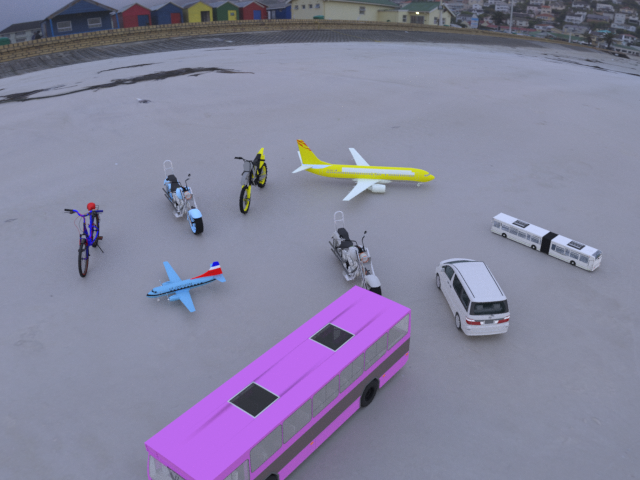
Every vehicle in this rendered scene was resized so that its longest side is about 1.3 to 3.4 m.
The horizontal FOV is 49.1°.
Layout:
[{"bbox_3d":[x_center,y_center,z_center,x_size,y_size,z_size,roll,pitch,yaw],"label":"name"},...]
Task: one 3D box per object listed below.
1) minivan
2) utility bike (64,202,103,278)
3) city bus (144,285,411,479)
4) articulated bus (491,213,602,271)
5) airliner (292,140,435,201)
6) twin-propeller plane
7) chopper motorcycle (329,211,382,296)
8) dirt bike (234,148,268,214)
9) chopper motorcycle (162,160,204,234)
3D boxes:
[{"bbox_3d":[2.007,0.642,9.340,0.681,0.616,1.548,-4,30,-6],"label":"minivan"},{"bbox_3d":[-3.378,-0.131,10.338,0.535,0.946,1.435,-3,30,-4],"label":"utility bike"},{"bbox_3d":[-0.261,1.668,7.303,0.926,0.894,3.255,22,37,33],"label":"city bus"},{"bbox_3d":[3.434,0.011,10.747,1.749,0.289,0.311,27,39,38],"label":"articulated bus"},{"bbox_3d":[0.804,-1.375,12.581,2.541,0.835,2.257,2,30,4],"label":"airliner"},{"bbox_3d":[-1.864,0.577,9.659,1.095,0.407,1.370,-14,33,-22],"label":"twin-propeller plane"},{"bbox_3d":[0.503,0.237,9.890,0.466,0.761,1.563,-10,32,-17],"label":"chopper motorcycle"},{"bbox_3d":[-1.143,-1.085,12.062,0.527,0.857,1.493,6,31,10],"label":"dirt bike"},{"bbox_3d":[-2.262,-0.712,11.517,0.466,0.761,1.563,-15,34,-24],"label":"chopper motorcycle"}]
